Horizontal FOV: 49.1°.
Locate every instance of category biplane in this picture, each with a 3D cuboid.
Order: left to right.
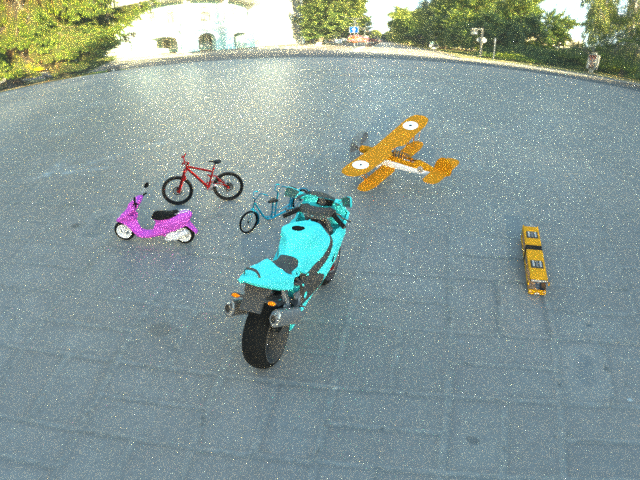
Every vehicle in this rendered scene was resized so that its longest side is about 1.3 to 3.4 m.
[{"bbox_3d":[1.522,-1.478,13.221,2.120,0.981,2.598,21,35,32],"label":"biplane"}]

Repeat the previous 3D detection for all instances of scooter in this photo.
[{"bbox_3d":[-2.683,-0.381,11.304,1.399,0.919,0.662,3,29,6],"label":"scooter"}]

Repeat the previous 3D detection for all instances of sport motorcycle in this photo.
[{"bbox_3d":[-0.300,0.391,9.210,0.983,1.596,2.955,11,31,19],"label":"sport motorcycle"}]

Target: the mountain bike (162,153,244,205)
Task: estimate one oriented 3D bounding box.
[{"bbox_3d":[-2.118,-1.071,12.602,1.469,0.868,0.573,-6,29,-10],"label":"mountain bike"}]

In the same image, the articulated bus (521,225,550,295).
[{"bbox_3d":[3.280,0.276,10.767,0.311,0.289,1.749,5,29,9],"label":"articulated bus"}]

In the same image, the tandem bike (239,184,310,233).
[{"bbox_3d":[-0.756,-0.633,12.003,0.283,0.682,1.642,25,38,38],"label":"tandem bike"}]
